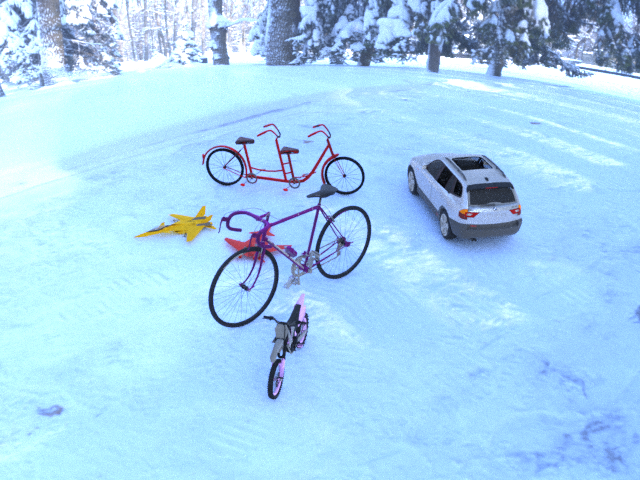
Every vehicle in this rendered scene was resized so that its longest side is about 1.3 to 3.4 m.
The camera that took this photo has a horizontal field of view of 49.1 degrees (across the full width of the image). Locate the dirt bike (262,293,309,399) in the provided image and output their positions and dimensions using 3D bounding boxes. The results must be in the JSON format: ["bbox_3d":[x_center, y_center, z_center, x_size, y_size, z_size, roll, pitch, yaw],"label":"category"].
[{"bbox_3d":[-0.370,1.219,8.482,0.527,0.857,1.493,7,29,13],"label":"dirt bike"}]

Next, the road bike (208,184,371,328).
[{"bbox_3d":[-0.319,0.117,9.713,3.004,1.656,0.696,-24,36,-37],"label":"road bike"}]

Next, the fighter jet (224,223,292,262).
[{"bbox_3d":[-0.994,-0.069,11.530,1.147,0.286,1.358,6,29,12],"label":"fighter jet"}]

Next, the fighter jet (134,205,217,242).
[{"bbox_3d":[-2.496,-0.258,11.886,1.358,0.286,1.147,-13,31,-23],"label":"fighter jet"}]

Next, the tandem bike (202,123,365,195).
[{"bbox_3d":[-0.725,-1.553,13.226,3.192,1.326,0.550,5,28,10],"label":"tandem bike"}]

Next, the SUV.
[{"bbox_3d":[2.497,-0.991,12.373,1.276,1.128,3.058,-5,28,-9],"label":"SUV"}]
